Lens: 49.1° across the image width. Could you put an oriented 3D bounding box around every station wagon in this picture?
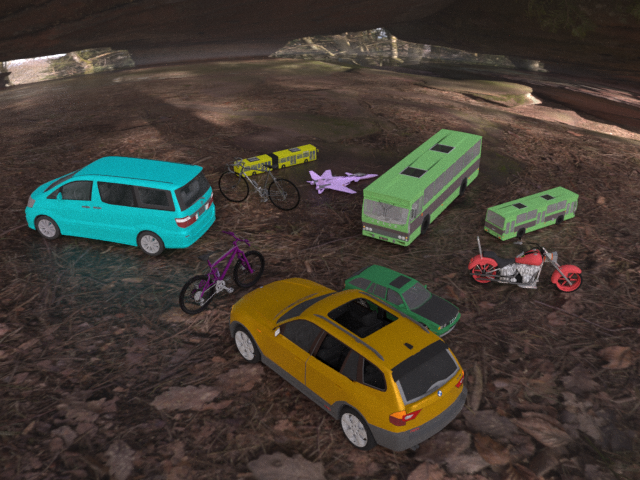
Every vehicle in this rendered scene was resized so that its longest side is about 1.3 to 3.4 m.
[{"bbox_3d":[1.079,0.762,9.269,1.597,0.473,0.682,22,35,34],"label":"station wagon"}]

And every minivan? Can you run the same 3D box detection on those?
[{"bbox_3d":[-3.220,-0.646,11.095,3.011,1.197,1.324,8,30,15],"label":"minivan"}]

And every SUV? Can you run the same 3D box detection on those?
[{"bbox_3d":[0.206,1.144,7.885,1.276,1.128,3.058,-23,36,-36],"label":"SUV"}]

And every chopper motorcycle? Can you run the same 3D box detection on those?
[{"bbox_3d":[2.869,0.340,9.741,1.563,0.761,0.466,4,29,7],"label":"chopper motorcycle"}]

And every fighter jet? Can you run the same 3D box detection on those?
[{"bbox_3d":[0.483,-1.178,13.021,1.358,0.286,1.147,-12,31,-21],"label":"fighter jet"}]

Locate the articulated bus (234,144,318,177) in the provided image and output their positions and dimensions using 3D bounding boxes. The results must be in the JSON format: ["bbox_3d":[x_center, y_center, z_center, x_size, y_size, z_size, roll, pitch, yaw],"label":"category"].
[{"bbox_3d":[-0.848,-1.555,13.712,1.749,0.289,0.311,-17,33,-28],"label":"articulated bus"}]

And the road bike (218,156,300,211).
[{"bbox_3d":[-1.061,-0.962,12.035,1.545,0.852,0.358,10,30,17],"label":"road bike"}]

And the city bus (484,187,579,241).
[{"bbox_3d":[3.470,-0.424,11.458,1.674,0.460,0.476,-16,32,-27],"label":"city bus"}]

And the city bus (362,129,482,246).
[{"bbox_3d":[1.814,-0.949,11.966,0.926,0.894,3.255,16,32,27],"label":"city bus"}]

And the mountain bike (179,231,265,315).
[{"bbox_3d":[-1.306,0.433,9.459,0.573,0.868,1.469,25,37,38],"label":"mountain bike"}]
